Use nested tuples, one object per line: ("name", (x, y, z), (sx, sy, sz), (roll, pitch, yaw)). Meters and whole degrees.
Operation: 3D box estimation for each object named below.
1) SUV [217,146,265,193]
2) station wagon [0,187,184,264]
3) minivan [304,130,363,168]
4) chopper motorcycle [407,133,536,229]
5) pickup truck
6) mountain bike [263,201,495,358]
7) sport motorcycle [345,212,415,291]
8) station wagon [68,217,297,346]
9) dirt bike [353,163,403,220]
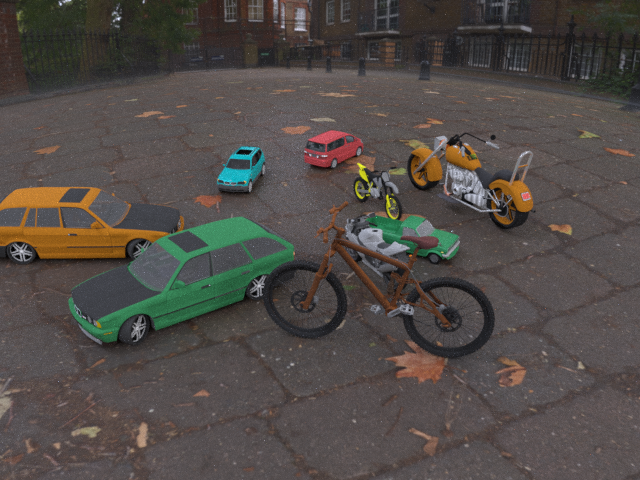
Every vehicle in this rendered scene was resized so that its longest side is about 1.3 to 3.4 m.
("SUV", (-1.527, -1.403, 13.725), (0.656, 0.580, 1.572), (5, 26, 10))
("station wagon", (-3.732, -0.294, 11.060), (3.105, 0.920, 1.327), (0, 26, -1))
("minivan", (0.322, -1.992, 14.895), (0.681, 0.616, 1.548), (18, 31, 32))
("chopper motorcycle", (2.576, -1.243, 12.370), (0.906, 1.480, 3.040), (-14, 29, -27))
("pickup truck", (1.397, -0.094, 11.118), (1.603, 0.511, 0.640), (14, 29, 27))
("mountain bike", (0.669, 0.566, 8.418), (2.857, 1.688, 1.114), (6, 27, 12))
("sport motorcycle", (0.814, 0.153, 10.256), (0.506, 0.821, 1.520), (-15, 30, -28))
("station wagon", (-1.833, 0.439, 9.556), (3.105, 0.920, 1.327), (-18, 31, -33))
("dirt bike", (1.019, -0.908, 12.394), (0.527, 0.857, 1.493), (-14, 29, -26))
